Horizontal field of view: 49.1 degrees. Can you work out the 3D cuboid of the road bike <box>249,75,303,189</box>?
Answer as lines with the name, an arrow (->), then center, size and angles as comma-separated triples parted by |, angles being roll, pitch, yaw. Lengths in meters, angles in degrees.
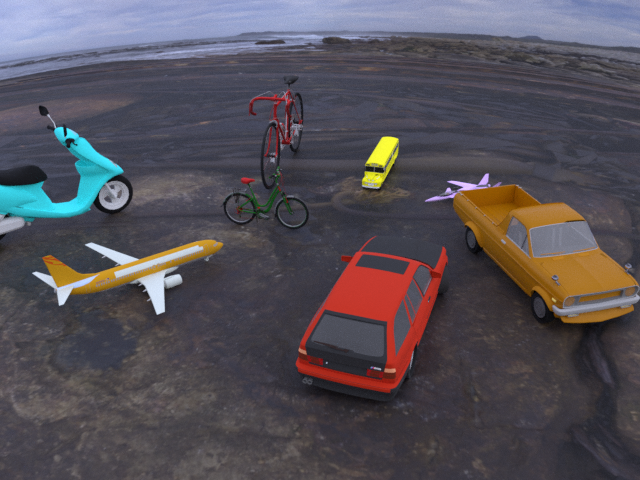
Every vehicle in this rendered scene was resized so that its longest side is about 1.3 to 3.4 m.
road bike -> -0.665, -2.100, 12.823 | 0.696, 1.656, 3.004 | 6, 29, 10

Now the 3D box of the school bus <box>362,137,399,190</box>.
school bus -> 1.115, -1.413, 12.831 | 0.365, 0.434, 1.708 | 8, 29, 14

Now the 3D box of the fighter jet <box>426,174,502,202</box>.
fighter jet -> 2.399, -0.838, 11.911 | 1.358, 0.286, 1.147 | -10, 30, -18

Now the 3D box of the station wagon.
station wagon -> 0.760, 0.643, 8.465 | 1.327, 0.920, 3.105 | 10, 30, 17

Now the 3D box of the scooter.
scooter -> -4.201, -0.966, 10.560 | 2.721, 1.786, 1.288 | -18, 33, -30

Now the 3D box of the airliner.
airliner -> -2.402, 0.224, 9.341 | 2.541, 0.835, 2.257 | -20, 34, -33

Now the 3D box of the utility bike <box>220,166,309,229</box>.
utility bike -> -0.861, -0.662, 10.883 | 1.435, 0.946, 0.535 | 5, 29, 10

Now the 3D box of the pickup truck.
pickup truck -> 2.967, -0.004, 9.601 | 1.244, 0.993, 3.117 | -7, 29, -14
